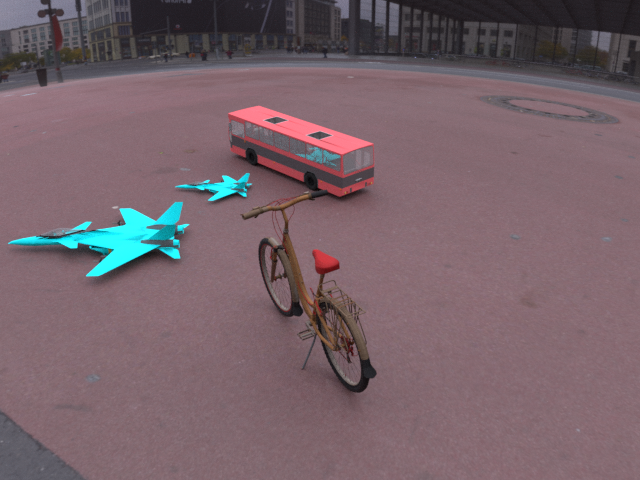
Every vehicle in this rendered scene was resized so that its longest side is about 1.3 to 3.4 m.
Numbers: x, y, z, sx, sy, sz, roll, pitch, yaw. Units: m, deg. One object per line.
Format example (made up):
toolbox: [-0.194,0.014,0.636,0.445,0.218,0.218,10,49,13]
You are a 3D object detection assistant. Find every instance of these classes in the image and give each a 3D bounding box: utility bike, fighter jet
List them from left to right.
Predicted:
fighter jet: [-3.363,-0.131,10.481,2.640,0.557,2.229,-1,27,-2]
fighter jet: [-1.932,-1.004,12.492,1.358,0.286,1.147,2,27,5]
utility bike: [-0.216,0.491,7.850,1.039,1.839,2.791,-14,30,-25]

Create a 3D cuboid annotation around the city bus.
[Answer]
city bus: [-0.434,-1.689,13.167,0.926,0.894,3.255,-23,35,-37]
